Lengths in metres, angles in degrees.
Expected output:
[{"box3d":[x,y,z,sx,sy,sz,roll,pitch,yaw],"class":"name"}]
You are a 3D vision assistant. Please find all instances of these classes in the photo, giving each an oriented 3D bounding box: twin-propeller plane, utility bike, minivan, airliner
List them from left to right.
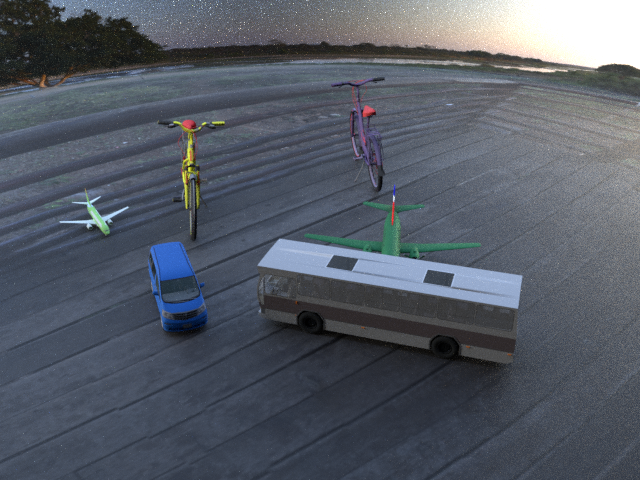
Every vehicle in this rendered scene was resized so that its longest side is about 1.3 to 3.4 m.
[{"box3d":[-3.760,-0.462,11.768,1.161,0.429,1.307,-15,31,-27],"class":"airliner"},{"box3d":[-1.951,0.617,9.490,0.681,0.616,1.548,-9,29,-17],"class":"minivan"},{"box3d":[-2.102,-1.257,11.769,1.039,1.839,2.791,-5,28,-10],"class":"utility bike"},{"box3d":[0.777,-2.102,13.397,1.039,1.839,2.791,-4,28,-8],"class":"utility bike"},{"box3d":[1.107,-0.137,10.749,2.663,0.792,2.129,3,28,6],"class":"twin-propeller plane"}]

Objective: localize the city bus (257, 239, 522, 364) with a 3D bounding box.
[{"box3d":[0.852,0.769,8.894,3.255,0.894,0.926,9,29,16],"class":"city bus"}]
